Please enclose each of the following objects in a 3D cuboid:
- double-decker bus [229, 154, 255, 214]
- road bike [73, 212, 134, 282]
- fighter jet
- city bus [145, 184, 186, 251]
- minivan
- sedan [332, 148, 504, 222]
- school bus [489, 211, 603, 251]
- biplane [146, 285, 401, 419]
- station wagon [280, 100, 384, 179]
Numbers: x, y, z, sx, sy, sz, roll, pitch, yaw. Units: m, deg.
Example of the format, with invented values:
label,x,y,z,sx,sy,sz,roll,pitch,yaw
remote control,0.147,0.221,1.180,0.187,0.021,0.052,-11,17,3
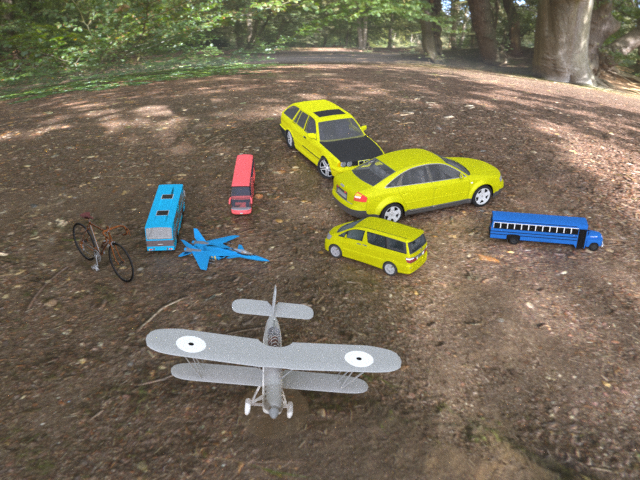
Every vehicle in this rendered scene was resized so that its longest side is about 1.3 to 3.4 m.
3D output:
label,x,y,z,sx,sy,sz,roll,pitch,yaw
double-decker bus,-1.352,-0.980,12.357,0.389,0.541,1.672,-1,27,-2
road bike,-3.133,0.058,10.007,1.545,0.852,0.358,22,35,36
fighter jet,-1.390,0.131,10.481,1.358,0.286,1.147,9,29,17
city bus,-2.466,-0.364,11.250,0.476,0.460,1.674,-2,27,-4
minivan,0.802,0.017,10.343,1.548,0.616,0.681,18,32,30
sedan,1.741,-1.052,12.060,3.137,0.940,1.235,-12,30,-21
school bus,3.513,-0.153,10.871,1.708,0.434,0.365,5,28,9
biplane,-0.466,1.231,7.593,2.598,0.981,2.120,-2,27,-3
station wagon,0.214,-2.113,14.138,1.327,0.920,3.105,-11,29,-21
